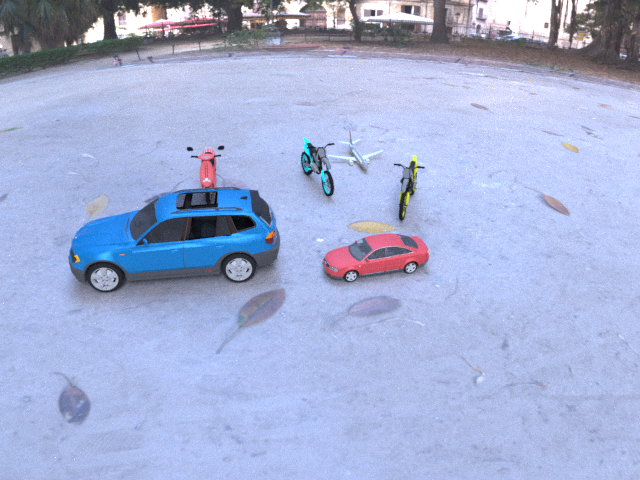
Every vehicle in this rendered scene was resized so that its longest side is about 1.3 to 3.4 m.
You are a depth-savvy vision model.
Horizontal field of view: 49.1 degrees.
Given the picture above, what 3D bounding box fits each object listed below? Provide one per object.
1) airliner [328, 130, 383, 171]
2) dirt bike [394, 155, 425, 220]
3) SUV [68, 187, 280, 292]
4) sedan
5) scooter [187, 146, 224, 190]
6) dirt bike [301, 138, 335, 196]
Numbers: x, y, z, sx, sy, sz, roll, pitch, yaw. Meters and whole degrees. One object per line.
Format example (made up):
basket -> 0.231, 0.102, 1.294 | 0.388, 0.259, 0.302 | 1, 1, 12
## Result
airliner -> 0.756, -1.777, 14.019 | 1.161, 0.429, 1.307 | -7, 30, -12
dirt bike -> 1.548, -0.972, 12.154 | 0.527, 0.857, 1.493 | 8, 30, 14
SUV -> -2.122, -0.086, 10.304 | 3.058, 1.128, 1.276 | -4, 30, -7
sedan -> 0.834, 0.210, 10.436 | 1.613, 0.483, 0.635 | -8, 30, -13
scooter -> -2.043, -1.335, 12.736 | 0.662, 0.919, 1.399 | -3, 30, -5
dirt bike -> -0.049, -1.417, 12.944 | 0.527, 0.857, 1.493 | -11, 31, -19
